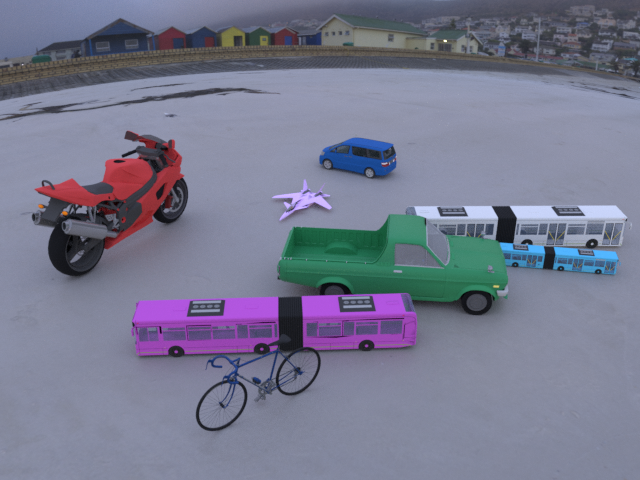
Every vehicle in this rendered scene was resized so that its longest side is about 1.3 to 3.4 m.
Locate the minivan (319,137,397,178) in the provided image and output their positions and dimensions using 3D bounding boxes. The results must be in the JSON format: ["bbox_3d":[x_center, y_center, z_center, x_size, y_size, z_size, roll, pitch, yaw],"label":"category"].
[{"bbox_3d":[0.728,-1.677,13.835,1.548,0.616,0.681,15,30,27],"label":"minivan"}]

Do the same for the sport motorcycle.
[{"bbox_3d":[-3.010,-0.618,10.625,0.983,1.596,2.955,14,30,26],"label":"sport motorcycle"}]

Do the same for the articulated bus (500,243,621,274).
[{"bbox_3d":[3.464,0.270,10.312,1.749,0.289,0.311,5,27,9],"label":"articulated bus"}]

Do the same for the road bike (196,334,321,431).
[{"bbox_3d":[-0.615,1.447,7.333,1.545,0.852,0.358,-18,32,-32],"label":"road bike"}]

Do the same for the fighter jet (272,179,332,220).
[{"bbox_3d":[-0.374,-0.679,12.210,1.147,0.286,1.358,12,29,23],"label":"fighter jet"}]

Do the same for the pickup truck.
[{"bbox_3d":[1.003,0.234,9.597,3.117,0.993,1.244,3,27,6],"label":"pickup truck"}]

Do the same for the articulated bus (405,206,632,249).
[{"bbox_3d":[3.044,-0.212,10.971,3.401,0.561,0.605,0,27,-1],"label":"articulated bus"}]

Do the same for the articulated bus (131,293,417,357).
[{"bbox_3d":[-0.549,1.021,8.508,3.401,0.561,0.605,-1,27,-3],"label":"articulated bus"}]
